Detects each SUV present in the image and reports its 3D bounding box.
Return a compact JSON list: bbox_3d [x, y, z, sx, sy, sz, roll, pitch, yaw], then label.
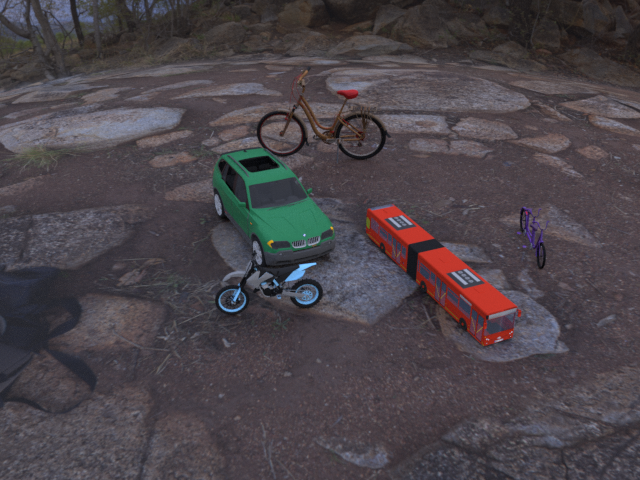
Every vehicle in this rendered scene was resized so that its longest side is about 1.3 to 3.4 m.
[{"bbox_3d":[-0.852,-0.638,11.568,1.276,1.128,3.058,-13,31,-22],"label":"SUV"}]

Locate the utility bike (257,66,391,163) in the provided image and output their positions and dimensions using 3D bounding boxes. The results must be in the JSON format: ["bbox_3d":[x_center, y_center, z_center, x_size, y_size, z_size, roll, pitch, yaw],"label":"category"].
[{"bbox_3d":[0.061,-2.460,14.166,2.791,1.839,1.039,3,29,5],"label":"utility bike"}]

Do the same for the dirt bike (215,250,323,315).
[{"bbox_3d":[-0.693,0.617,9.549,1.493,0.857,0.527,-5,29,-9],"label":"dirt bike"}]

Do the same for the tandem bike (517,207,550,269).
[{"bbox_3d":[3.404,-0.171,11.178,0.283,0.682,1.642,1,29,2],"label":"tandem bike"}]

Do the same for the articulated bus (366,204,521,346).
[{"bbox_3d":[1.648,0.390,10.274,0.605,0.561,3.401,-12,31,-21],"label":"articulated bus"}]
